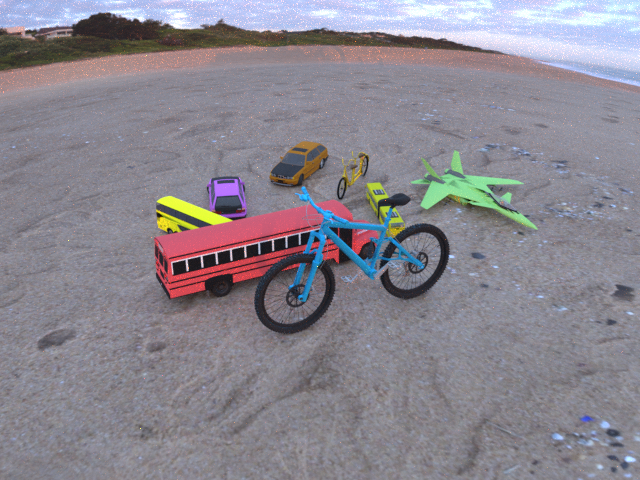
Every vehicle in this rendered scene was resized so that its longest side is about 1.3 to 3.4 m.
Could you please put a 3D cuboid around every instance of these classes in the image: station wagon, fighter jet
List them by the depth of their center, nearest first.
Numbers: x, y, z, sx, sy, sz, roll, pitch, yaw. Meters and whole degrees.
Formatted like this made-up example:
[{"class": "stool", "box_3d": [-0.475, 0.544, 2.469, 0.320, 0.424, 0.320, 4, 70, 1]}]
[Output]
[{"class": "fighter jet", "box_3d": [2.818, -0.845, 12.119, 2.229, 0.557, 2.640, -15, 31, -26]}, {"class": "station wagon", "box_3d": [-1.618, -0.811, 12.144, 0.682, 0.473, 1.597, -4, 28, -8]}, {"class": "station wagon", "box_3d": [-0.400, -1.510, 13.498, 0.682, 0.473, 1.597, 12, 30, 22]}]

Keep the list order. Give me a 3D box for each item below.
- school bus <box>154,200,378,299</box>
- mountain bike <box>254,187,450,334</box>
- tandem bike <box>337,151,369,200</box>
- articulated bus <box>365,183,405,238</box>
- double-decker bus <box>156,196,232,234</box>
[{"class": "school bus", "box_3d": [-0.654, 0.077, 10.020, 3.322, 0.844, 0.709, -13, 30, -24]}, {"class": "mountain bike", "box_3d": [0.482, 0.207, 8.849, 2.857, 1.688, 1.114, -14, 30, -24]}, {"class": "tandem bike", "box_3d": [0.626, -1.297, 12.859, 0.283, 0.682, 1.642, 11, 29, 20]}, {"class": "articulated bus", "box_3d": [1.083, -0.519, 11.780, 0.311, 0.289, 1.749, -4, 28, -8]}, {"class": "double-decker bus", "box_3d": [-1.900, -0.209, 10.904, 1.672, 0.541, 0.389, 21, 34, 34]}]
